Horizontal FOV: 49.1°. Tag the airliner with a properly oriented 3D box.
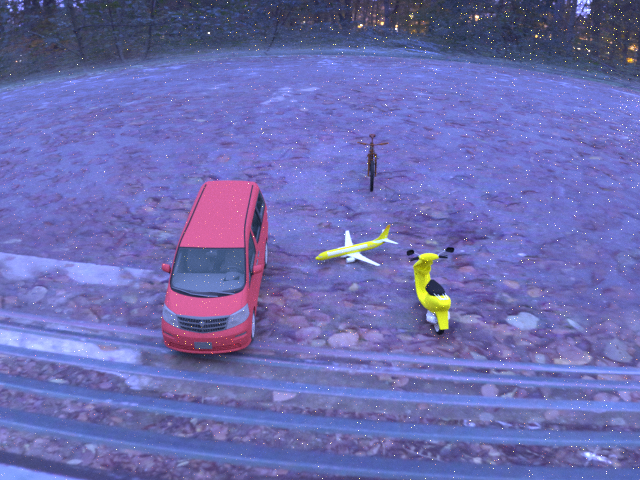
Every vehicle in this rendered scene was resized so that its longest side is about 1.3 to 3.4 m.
[{"bbox_3d":[0.530,0.061,10.907,1.307,0.429,1.161,-12,32,-19],"label":"airliner"}]

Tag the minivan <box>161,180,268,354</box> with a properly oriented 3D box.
[{"bbox_3d":[-1.395,0.281,9.751,1.324,1.197,3.011,1,30,1],"label":"minivan"}]

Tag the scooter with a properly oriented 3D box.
[{"bbox_3d":[1.506,0.594,9.484,0.662,0.919,1.399,-4,30,-7],"label":"scooter"}]

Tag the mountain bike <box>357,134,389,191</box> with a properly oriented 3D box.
[{"bbox_3d":[0.983,-1.544,13.270,0.573,0.868,1.469,1,30,3],"label":"mountain bike"}]
